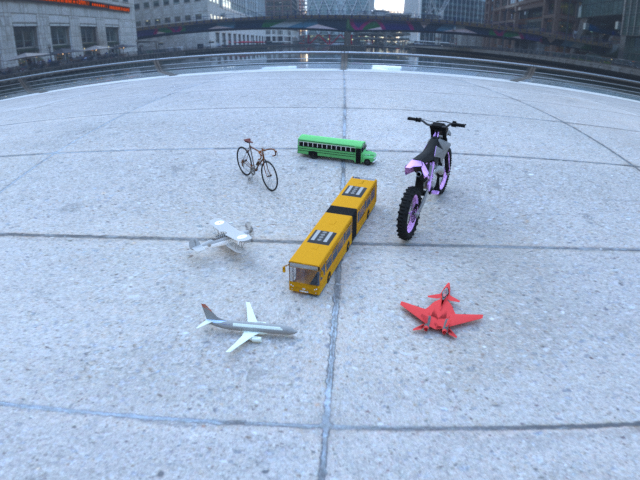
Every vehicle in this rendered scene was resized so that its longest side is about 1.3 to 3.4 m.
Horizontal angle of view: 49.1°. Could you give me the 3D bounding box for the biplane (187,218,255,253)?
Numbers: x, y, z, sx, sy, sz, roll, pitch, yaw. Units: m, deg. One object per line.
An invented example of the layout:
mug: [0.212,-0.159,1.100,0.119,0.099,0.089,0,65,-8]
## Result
biplane: [-1.584,-0.005,11.203,1.090,0.504,1.336,-16,32,-27]

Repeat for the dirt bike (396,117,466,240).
dirt bike: [1.880,-1.209,12.223,1.024,1.666,2.903,12,30,21]

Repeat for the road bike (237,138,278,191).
road bike: [-1.245,-1.516,13.665,0.358,0.852,1.545,-19,33,-31]

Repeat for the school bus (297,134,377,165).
school bus: [0.372,-1.925,14.874,1.708,0.434,0.365,9,29,17]

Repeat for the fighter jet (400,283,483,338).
fighter jet: [1.719,0.861,9.811,1.147,0.286,1.358,8,29,15]

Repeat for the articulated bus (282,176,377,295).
articulated bus: [0.283,-0.176,11.461,0.605,0.561,3.401,9,29,16]

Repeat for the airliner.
airliner: [-0.944,1.069,9.270,1.307,0.429,1.161,4,28,7]
